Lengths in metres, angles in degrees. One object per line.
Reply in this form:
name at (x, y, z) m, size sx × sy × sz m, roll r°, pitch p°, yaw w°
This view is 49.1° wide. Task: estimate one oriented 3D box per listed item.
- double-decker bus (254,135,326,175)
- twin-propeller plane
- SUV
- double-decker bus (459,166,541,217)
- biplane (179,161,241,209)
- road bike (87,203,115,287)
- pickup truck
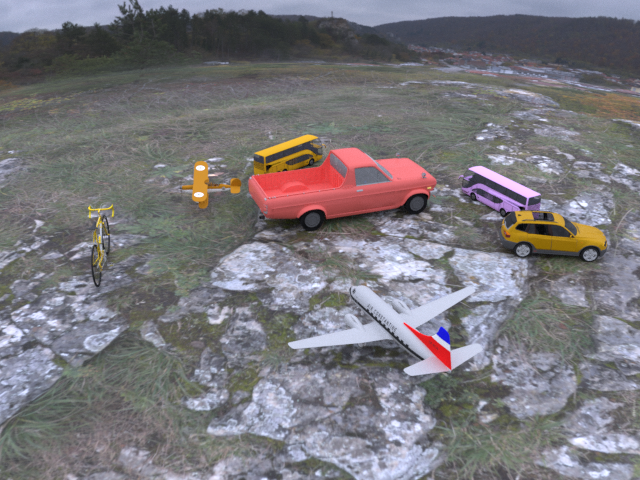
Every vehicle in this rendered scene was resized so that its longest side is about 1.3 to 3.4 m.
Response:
double-decker bus at (-0.581, -1.618, 13.559) m, size 0.389 × 0.541 × 1.672 m, roll 23°, pitch 35°, yaw 37°
twin-propeller plane at (0.912, 0.942, 8.354) m, size 2.663 × 0.792 × 2.129 m, roll -14°, pitch 31°, yaw -25°
SUV at (3.525, -0.098, 10.587) m, size 1.572 × 0.580 × 0.656 m, roll 4°, pitch 28°, yaw 7°
double-decker bus at (3.058, -0.802, 11.987) m, size 0.389 × 0.541 × 1.672 m, roll -14°, pitch 31°, yaw -26°
biplane at (-1.920, -0.910, 12.234) m, size 1.090 × 0.504 × 1.336 m, roll -3°, pitch 28°, yaw -6°
road bike at (-3.161, 0.027, 10.052) m, size 0.358 × 0.852 × 1.545 m, roll -4°, pitch 28°, yaw -7°
pickup truck at (0.393, -0.951, 11.782) m, size 3.117 × 0.993 × 1.244 m, roll -9°, pitch 29°, yaw -17°
